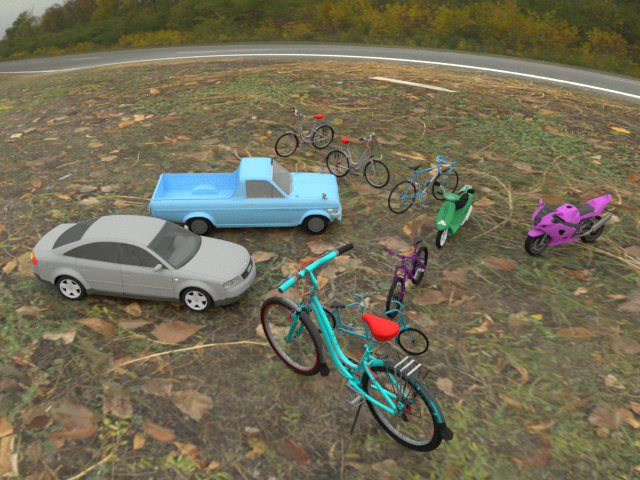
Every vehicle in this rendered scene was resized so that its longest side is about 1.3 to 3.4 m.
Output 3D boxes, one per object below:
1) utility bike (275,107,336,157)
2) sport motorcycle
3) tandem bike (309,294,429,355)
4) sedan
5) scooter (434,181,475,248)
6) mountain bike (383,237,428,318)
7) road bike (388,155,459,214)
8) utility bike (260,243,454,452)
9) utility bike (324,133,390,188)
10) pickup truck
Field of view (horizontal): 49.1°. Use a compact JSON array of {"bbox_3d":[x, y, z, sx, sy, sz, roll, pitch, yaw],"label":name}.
[{"bbox_3d":[-0.253,-2.161,14.004,1.435,0.946,0.535,-17,34,-27],"label":"utility bike"},{"bbox_3d":[3.806,-0.242,10.757,1.520,0.821,0.506,-12,32,-20],"label":"sport motorcycle"},{"bbox_3d":[0.562,1.009,8.697,1.642,0.682,0.283,11,32,19],"label":"tandem bike"},{"bbox_3d":[-2.462,0.224,9.816,3.137,0.940,1.235,5,30,8],"label":"sedan"},{"bbox_3d":[2.151,-0.518,11.143,0.662,0.919,1.399,16,33,26],"label":"scooter"},{"bbox_3d":[1.206,0.428,9.531,0.573,0.868,1.469,14,33,24],"label":"mountain bike"},{"bbox_3d":[1.793,-0.953,11.976,1.545,0.852,0.358,-17,34,-27],"label":"road bike"},{"bbox_3d":[0.209,1.124,7.325,1.039,1.839,2.791,-26,39,-38],"label":"utility bike"},{"bbox_3d":[0.698,-1.524,12.885,1.435,0.946,0.535,19,35,29],"label":"utility bike"},{"bbox_3d":[-1.193,-0.767,11.506,3.117,0.993,1.244,-1,30,-2],"label":"pickup truck"}]
